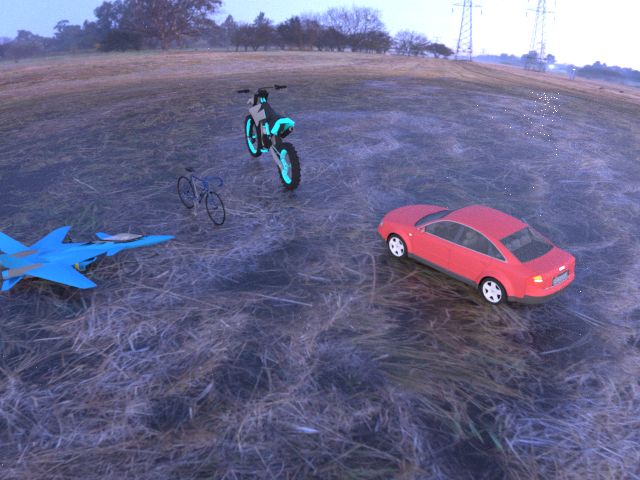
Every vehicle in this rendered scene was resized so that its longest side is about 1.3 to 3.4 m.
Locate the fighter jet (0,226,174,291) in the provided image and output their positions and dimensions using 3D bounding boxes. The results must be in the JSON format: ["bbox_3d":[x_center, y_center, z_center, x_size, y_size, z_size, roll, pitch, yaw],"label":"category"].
[{"bbox_3d":[-3.509,0.057,10.641,2.640,0.557,2.229,-13,29,-24],"label":"fighter jet"}]

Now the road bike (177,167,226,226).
[{"bbox_3d":[-2.070,-0.804,12.064,0.358,0.852,1.545,-20,33,-35],"label":"road bike"}]

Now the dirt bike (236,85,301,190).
[{"bbox_3d":[-1.012,-2.131,13.849,1.024,1.666,2.903,-11,28,-21],"label":"dirt bike"}]

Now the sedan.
[{"bbox_3d":[2.196,0.005,10.311,1.235,0.940,3.137,-21,33,-36],"label":"sedan"}]
